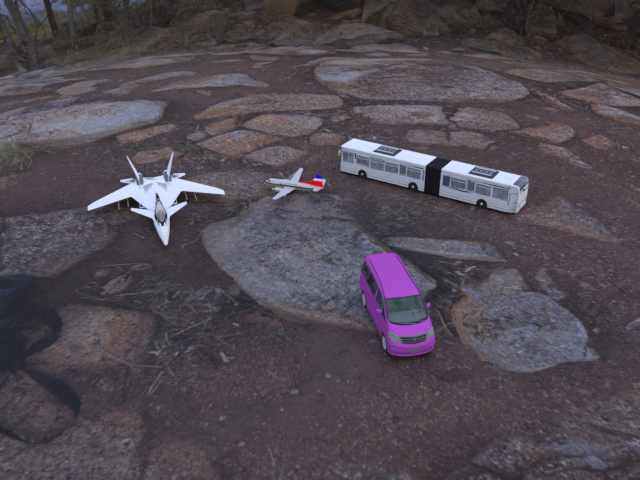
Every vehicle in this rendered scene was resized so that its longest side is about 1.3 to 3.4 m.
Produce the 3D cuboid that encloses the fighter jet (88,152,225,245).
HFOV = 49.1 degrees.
[{"bbox_3d":[-2.644,-0.690,11.399,2.229,0.557,2.640,-8,30,-14],"label":"fighter jet"}]

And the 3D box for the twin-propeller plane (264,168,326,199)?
[{"bbox_3d":[-0.459,-1.000,12.110,1.095,0.407,1.370,9,30,16],"label":"twin-propeller plane"}]

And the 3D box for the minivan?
[{"bbox_3d":[0.940,0.778,8.697,0.681,0.616,1.548,-6,30,-10],"label":"minivan"}]

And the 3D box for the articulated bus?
[{"bbox_3d":[1.888,-1.157,12.234,3.401,0.561,0.605,17,33,28],"label":"articulated bus"}]
